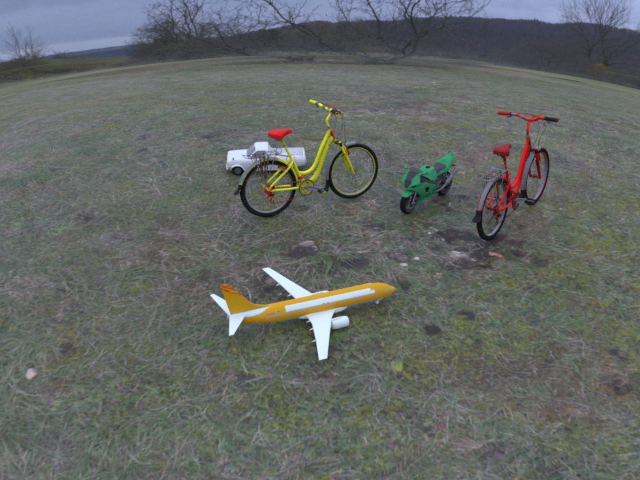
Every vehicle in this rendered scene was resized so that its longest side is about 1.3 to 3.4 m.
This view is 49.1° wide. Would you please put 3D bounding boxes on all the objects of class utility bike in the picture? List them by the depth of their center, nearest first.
[{"bbox_3d":[3.197,-1.170,11.695,1.039,1.839,2.791,22,36,33],"label":"utility bike"},{"bbox_3d":[-0.239,-1.444,12.185,2.791,1.839,1.039,-13,32,-22],"label":"utility bike"}]

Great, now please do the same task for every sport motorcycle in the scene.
[{"bbox_3d":[1.922,-1.028,12.484,0.506,0.821,1.520,25,38,37],"label":"sport motorcycle"}]

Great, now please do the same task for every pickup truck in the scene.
[{"bbox_3d":[-1.070,-1.651,13.914,1.603,0.511,0.640,-2,29,-4],"label":"pickup truck"}]

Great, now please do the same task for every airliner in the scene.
[{"bbox_3d":[-0.113,0.713,9.362,2.541,0.835,2.257,-11,31,-19],"label":"airliner"}]
